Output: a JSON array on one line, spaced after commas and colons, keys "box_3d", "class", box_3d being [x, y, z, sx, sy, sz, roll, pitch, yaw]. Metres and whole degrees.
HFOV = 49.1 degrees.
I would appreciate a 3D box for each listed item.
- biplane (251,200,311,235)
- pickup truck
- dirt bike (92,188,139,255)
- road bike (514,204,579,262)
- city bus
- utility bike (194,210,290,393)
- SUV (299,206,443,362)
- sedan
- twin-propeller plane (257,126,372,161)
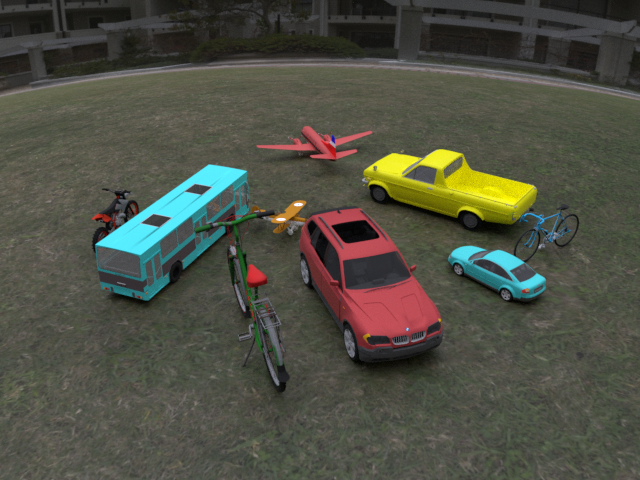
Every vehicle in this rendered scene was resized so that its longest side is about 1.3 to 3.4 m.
[{"box_3d": [-0.680, -0.391, 12.184, 1.090, 0.504, 1.336, 9, 30, 15], "class": "biplane"}, {"box_3d": [2.328, -1.040, 12.850, 3.117, 0.993, 1.244, 19, 34, 30], "class": "pickup truck"}, {"box_3d": [-3.467, -0.397, 11.832, 0.527, 0.857, 1.493, 7, 30, 13], "class": "dirt bike"}, {"box_3d": [3.715, -0.143, 11.380, 1.545, 0.852, 0.358, -18, 34, -29], "class": "road bike"}, {"box_3d": [-2.258, -0.189, 11.418, 0.926, 0.894, 3.255, 11, 31, 20], "class": "city bus"}, {"box_3d": [-0.955, 0.659, 8.918, 1.039, 1.839, 2.791, -10, 30, -17], "class": "utility bike"}, {"box_3d": [0.621, 0.508, 9.921, 1.276, 1.128, 3.058, -10, 30, -17], "class": "SUV"}, {"box_3d": [2.685, 0.430, 10.728, 0.635, 0.483, 1.613, -22, 36, -34], "class": "sedan"}, {"box_3d": [-0.026, -2.168, 15.090, 2.663, 0.792, 2.129, -10, 31, -17], "class": "twin-propeller plane"}]
